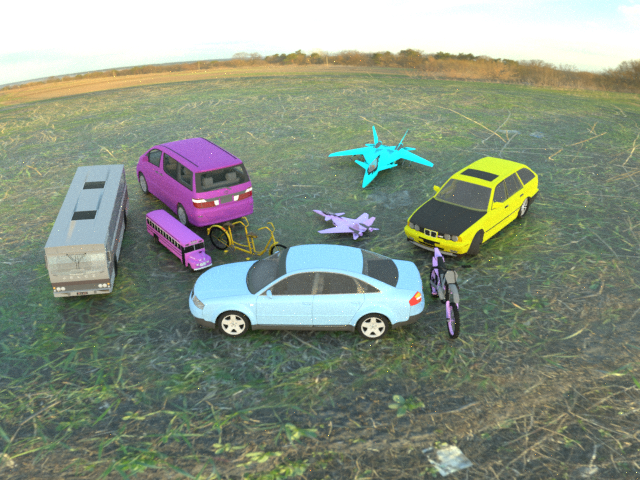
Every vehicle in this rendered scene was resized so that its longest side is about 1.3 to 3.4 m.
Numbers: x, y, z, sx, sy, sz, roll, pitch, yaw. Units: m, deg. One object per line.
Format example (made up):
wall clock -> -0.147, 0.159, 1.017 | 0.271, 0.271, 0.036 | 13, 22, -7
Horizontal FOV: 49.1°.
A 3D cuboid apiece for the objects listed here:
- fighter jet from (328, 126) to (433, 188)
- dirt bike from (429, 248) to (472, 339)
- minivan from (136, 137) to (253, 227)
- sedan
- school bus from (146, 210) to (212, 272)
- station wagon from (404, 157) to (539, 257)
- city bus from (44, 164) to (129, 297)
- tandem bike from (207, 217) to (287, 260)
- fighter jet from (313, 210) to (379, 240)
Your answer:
fighter jet -> 1.210, -1.719, 14.524 | 2.229, 0.557, 2.640 | 7, 27, 15
dirt bike -> 1.681, 0.641, 9.369 | 0.527, 0.857, 1.493 | -2, 26, -4
minivan -> -2.373, -1.204, 12.746 | 1.324, 1.197, 3.011 | -16, 31, -30
sedan -> -0.181, 0.609, 9.340 | 3.137, 0.940, 1.235 | 1, 26, 1
school bus -> -2.259, -0.001, 11.158 | 0.365, 0.434, 1.708 | -18, 31, -32
station wagon -> 2.656, -0.679, 11.990 | 1.327, 0.920, 3.105 | 19, 32, 34
city bus -> -3.590, -0.224, 11.091 | 0.926, 0.894, 3.255 | -4, 26, -8
tandem bike -> -1.118, -0.019, 10.915 | 1.642, 0.682, 0.283 | 15, 30, 28
fighter jet -> 0.338, -0.396, 12.133 | 1.147, 0.286, 1.358 | -22, 34, -38
